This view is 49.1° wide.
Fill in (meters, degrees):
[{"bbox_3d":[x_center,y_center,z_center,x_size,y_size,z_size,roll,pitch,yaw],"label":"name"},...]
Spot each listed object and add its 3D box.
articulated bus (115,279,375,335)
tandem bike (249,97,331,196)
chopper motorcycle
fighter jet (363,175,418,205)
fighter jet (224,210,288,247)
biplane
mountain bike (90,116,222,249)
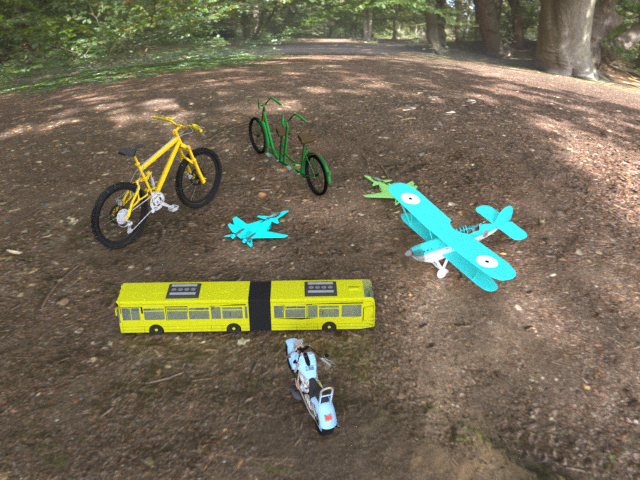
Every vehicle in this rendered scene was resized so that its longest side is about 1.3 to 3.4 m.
[{"bbox_3d":[-0.983,0.880,9.348,3.401,0.561,0.605,-1,29,-1],"label":"articulated bus"},{"bbox_3d":[-0.665,-1.900,13.534,0.550,1.326,3.192,-17,33,-27],"label":"tandem bike"},{"bbox_3d":[-0.134,1.528,7.986,0.466,0.761,1.563,-9,30,-15],"label":"chopper motorcycle"},{"bbox_3d":[1.234,-1.055,13.088,1.147,0.286,1.358,-18,34,-29],"label":"fighter jet"},{"bbox_3d":[-0.948,-0.325,11.782,1.147,0.286,1.358,19,35,31],"label":"fighter jet"},{"bbox_3d":[2.135,-0.020,10.528,2.120,0.981,2.598,-17,33,-28],"label":"biplane"},{"bbox_3d":[-2.637,-1.001,11.556,1.114,1.688,2.857,19,34,30],"label":"mountain bike"}]
